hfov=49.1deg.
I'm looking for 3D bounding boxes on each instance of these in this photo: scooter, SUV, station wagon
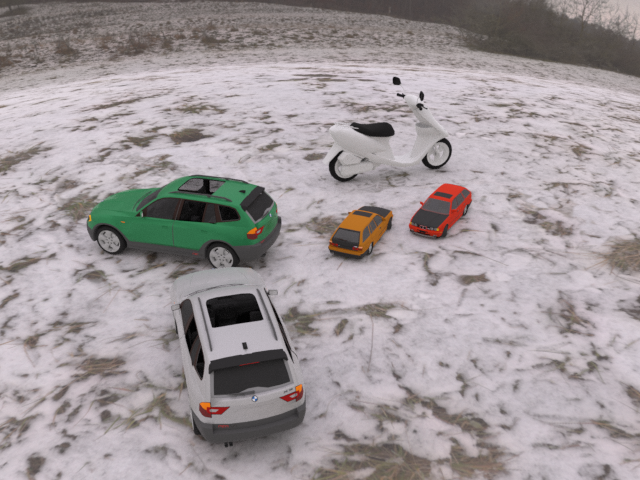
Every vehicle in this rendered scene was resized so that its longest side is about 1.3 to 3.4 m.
[{"bbox_3d":[1.356,-2.073,13.396,2.721,1.786,1.288,-9,29,-17],"label":"scooter"},{"bbox_3d":[-1.032,1.063,8.143,1.276,1.128,3.058,-8,29,-14],"label":"SUV"},{"bbox_3d":[-2.134,-0.395,10.915,3.058,1.128,1.276,8,29,15],"label":"SUV"},{"bbox_3d":[2.061,-0.541,11.896,0.682,0.473,1.597,15,31,27],"label":"station wagon"},{"bbox_3d":[0.695,-0.228,11.300,0.682,0.473,1.597,12,30,21],"label":"station wagon"}]
